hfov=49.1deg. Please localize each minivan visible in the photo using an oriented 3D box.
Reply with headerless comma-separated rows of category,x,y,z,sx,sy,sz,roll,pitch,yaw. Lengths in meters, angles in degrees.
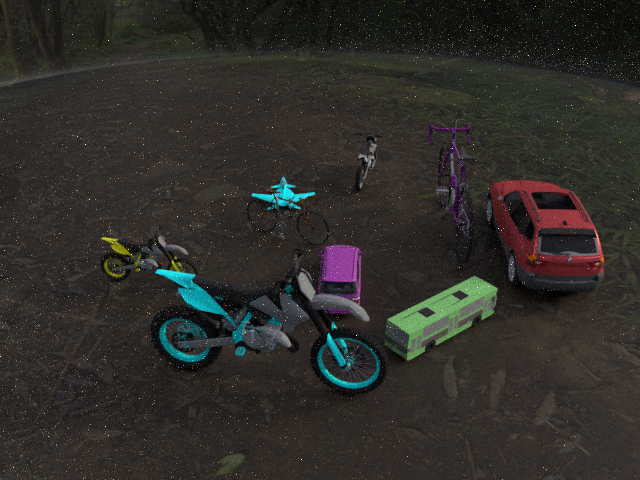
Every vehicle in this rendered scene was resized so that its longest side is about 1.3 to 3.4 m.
minivan,0.290,0.449,9.995,0.681,0.616,1.548,2,29,3

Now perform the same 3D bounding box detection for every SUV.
SUV,3.417,-0.285,10.777,1.276,1.128,3.058,1,29,2

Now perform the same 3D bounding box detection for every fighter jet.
fighter jet,-0.672,-0.951,12.822,1.147,0.286,1.358,-1,29,-3

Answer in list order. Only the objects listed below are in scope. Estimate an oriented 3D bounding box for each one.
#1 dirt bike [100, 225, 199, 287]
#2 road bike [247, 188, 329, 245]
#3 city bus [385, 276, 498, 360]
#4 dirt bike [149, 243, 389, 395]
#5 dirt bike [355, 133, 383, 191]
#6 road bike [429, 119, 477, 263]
dirt bike,-2.484,0.261,10.083,1.493,0.857,0.527,5,30,8
road bike,-0.536,-0.404,11.273,1.545,0.852,0.358,15,32,24
city bus,1.601,1.017,9.143,1.674,0.460,0.476,-21,36,-33
dirt bike,-0.633,0.952,8.028,2.903,1.666,1.024,7,30,12
dirt bike,0.888,-1.547,13.300,0.527,0.857,1.493,9,30,15
road bike,2.187,-0.898,11.330,0.697,1.656,3.004,0,29,0
